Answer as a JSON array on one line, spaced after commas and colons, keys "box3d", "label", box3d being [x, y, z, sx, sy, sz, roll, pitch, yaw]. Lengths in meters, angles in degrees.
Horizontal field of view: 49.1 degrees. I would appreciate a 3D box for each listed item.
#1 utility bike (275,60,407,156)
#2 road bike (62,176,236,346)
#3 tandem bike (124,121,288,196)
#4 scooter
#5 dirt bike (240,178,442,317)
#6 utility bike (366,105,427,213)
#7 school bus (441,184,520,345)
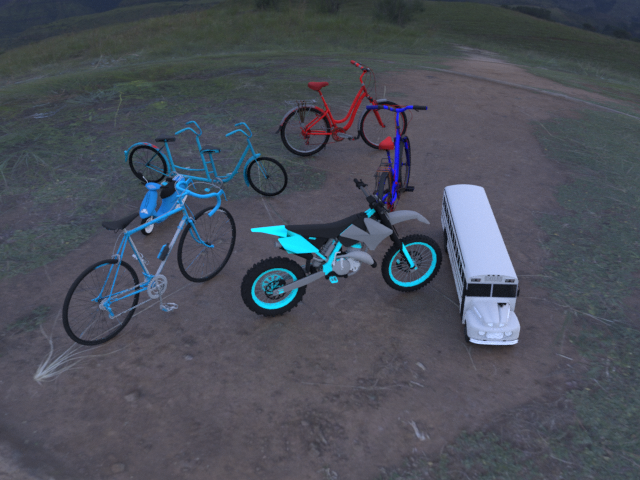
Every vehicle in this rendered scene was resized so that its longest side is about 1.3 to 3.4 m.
[{"box3d": [0.436, -2.686, 14.292, 2.791, 1.839, 1.039, -6, 30, -10], "label": "utility bike"}, {"box3d": [-2.180, 0.213, 9.354, 0.696, 1.656, 3.004, 21, 35, 32], "label": "road bike"}, {"box3d": [-2.124, -1.518, 12.750, 3.192, 1.326, 0.550, 7, 30, 12], "label": "tandem bike"}, {"box3d": [-2.643, -0.737, 11.783, 0.662, 0.919, 1.399, 11, 31, 18], "label": "scooter"}, {"box3d": [0.339, 0.150, 9.455, 2.903, 1.666, 1.024, -8, 31, -15], "label": "dirt bike"}, {"box3d": [1.187, -1.329, 11.895, 1.039, 1.839, 2.791, 8, 31, 14], "label": "utility bike"}, {"box3d": [2.263, 0.266, 10.086, 0.709, 0.844, 3.322, 1, 30, 2], "label": "school bus"}]
